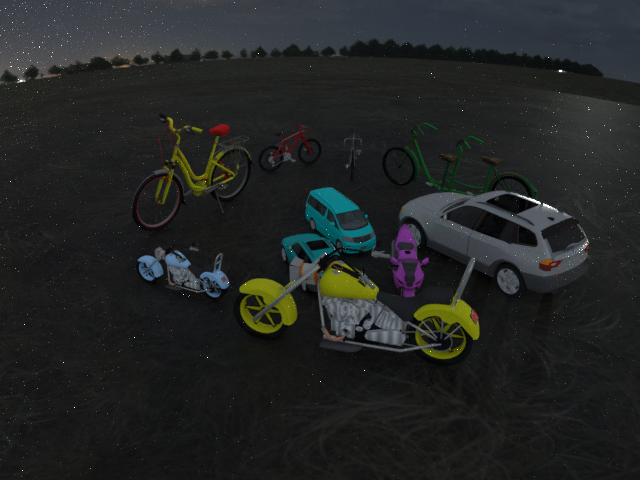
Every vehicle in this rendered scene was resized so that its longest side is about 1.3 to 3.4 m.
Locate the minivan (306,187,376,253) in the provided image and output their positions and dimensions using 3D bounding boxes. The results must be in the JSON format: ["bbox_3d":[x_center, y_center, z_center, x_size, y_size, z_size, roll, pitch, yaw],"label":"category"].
[{"bbox_3d":[0.330,-0.328,11.483,0.681,0.616,1.548,-13,29,-24],"label":"minivan"}]

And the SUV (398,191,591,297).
[{"bbox_3d":[2.549,-0.180,10.601,1.276,1.128,3.058,-19,32,-34],"label":"SUV"}]

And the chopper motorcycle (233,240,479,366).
[{"bbox_3d":[0.392,0.700,8.416,3.040,1.480,0.906,8,27,15],"label":"chopper motorcycle"}]

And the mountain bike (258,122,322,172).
[{"bbox_3d":[-0.605,-1.886,14.363,1.469,0.868,0.573,-14,30,-27],"label":"mountain bike"}]

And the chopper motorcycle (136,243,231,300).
[{"bbox_3d":[-1.966,0.384,9.871,1.563,0.761,0.466,13,29,25],"label":"chopper motorcycle"}]

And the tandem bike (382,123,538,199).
[{"bbox_3d":[2.448,-1.317,12.689,3.192,1.326,0.550,20,33,35],"label":"tandem bike"}]

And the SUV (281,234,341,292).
[{"bbox_3d":[-0.097,0.241,10.367,0.656,0.580,1.572,-9,28,-18],"label":"SUV"}]

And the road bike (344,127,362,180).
[{"bbox_3d":[0.678,-1.817,14.241,0.358,0.852,1.545,2,26,4],"label":"road bike"}]

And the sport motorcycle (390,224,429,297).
[{"bbox_3d":[1.200,0.424,9.723,0.506,0.821,1.520,1,26,3],"label":"sport motorcycle"}]

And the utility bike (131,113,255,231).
[{"bbox_3d":[-2.049,-1.254,11.979,1.039,1.839,2.791,20,33,35],"label":"utility bike"}]
